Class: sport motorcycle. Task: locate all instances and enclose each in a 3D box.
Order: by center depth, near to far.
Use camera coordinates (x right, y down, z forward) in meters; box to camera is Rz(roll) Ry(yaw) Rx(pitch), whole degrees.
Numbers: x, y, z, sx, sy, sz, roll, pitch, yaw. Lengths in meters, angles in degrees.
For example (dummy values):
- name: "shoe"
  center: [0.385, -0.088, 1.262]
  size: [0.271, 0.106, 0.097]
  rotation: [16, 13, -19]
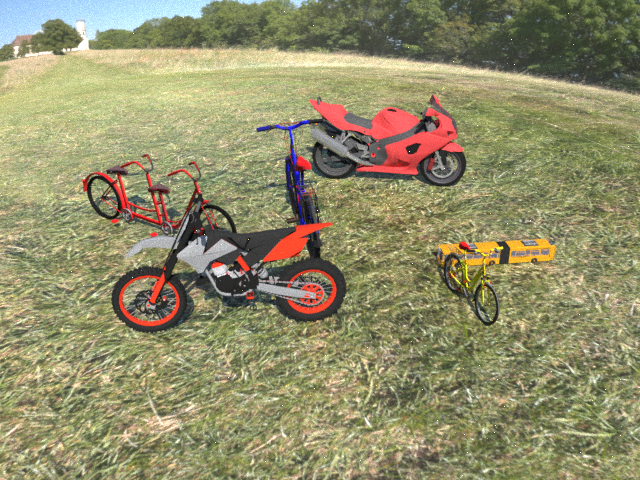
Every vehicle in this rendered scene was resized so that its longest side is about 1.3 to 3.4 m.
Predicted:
- name: "sport motorcycle"
  center: [1.240, -1.827, 12.949]
  size: [2.955, 1.596, 0.983]
  rotation: [6, 27, 11]

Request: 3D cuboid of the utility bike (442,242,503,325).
- name: "utility bike"
  center: [2.023, 0.436, 9.192]
  size: [0.535, 0.946, 1.435]
  rotation: [-9, 28, -17]

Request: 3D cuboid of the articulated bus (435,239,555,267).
- name: "articulated bus"
  center: [2.606, 0.191, 10.405]
  size: [1.749, 0.289, 0.311]
  rotation: [-3, 27, -6]

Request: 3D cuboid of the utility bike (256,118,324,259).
- name: "utility bike"
  center: [-0.386, -0.849, 10.744]
  size: [1.039, 1.839, 2.791]
  rotation: [-5, 27, -10]

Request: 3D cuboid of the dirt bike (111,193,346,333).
- name: "dirt bike"
  center: [-1.105, 0.359, 8.544]
  size: [2.903, 1.666, 1.024]
  rotation: [-3, 27, -7]

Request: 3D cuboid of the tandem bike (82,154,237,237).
- name: "tandem bike"
  center: [-2.608, -0.692, 11.002]
  size: [3.192, 1.326, 0.550]
  rotation: [15, 30, 27]
